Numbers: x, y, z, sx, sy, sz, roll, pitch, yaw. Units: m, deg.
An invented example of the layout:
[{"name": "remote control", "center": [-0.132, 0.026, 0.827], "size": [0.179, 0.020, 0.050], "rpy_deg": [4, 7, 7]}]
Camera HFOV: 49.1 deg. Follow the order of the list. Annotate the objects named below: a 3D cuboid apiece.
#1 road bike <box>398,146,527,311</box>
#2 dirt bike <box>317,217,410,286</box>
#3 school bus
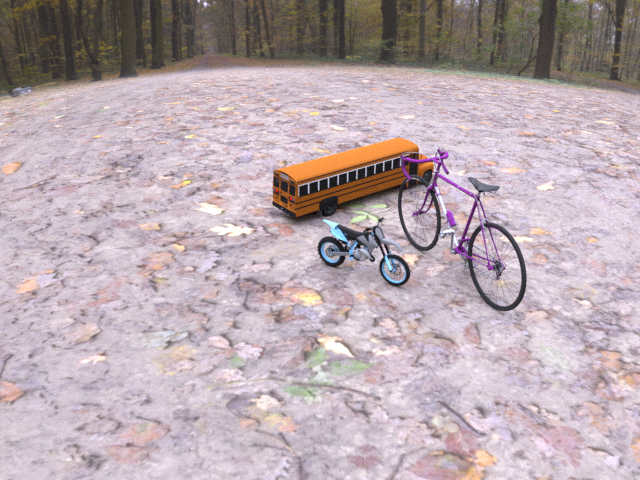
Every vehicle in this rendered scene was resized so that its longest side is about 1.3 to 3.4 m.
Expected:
[{"name": "road bike", "center": [1.862, -0.249, 9.610], "size": [0.696, 1.656, 3.004], "rpy_deg": [-12, 29, -22]}, {"name": "dirt bike", "center": [0.599, 0.117, 9.771], "size": [1.493, 0.857, 0.527], "rpy_deg": [16, 31, 30]}, {"name": "school bus", "center": [0.709, -1.151, 12.325], "size": [3.322, 0.844, 0.709], "rpy_deg": [-19, 32, -33]}]
